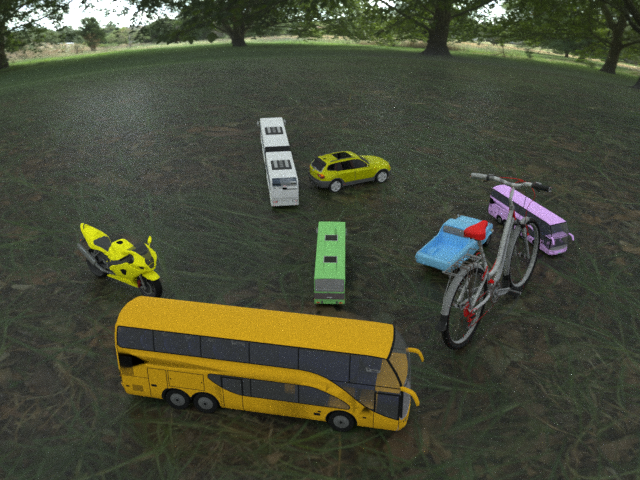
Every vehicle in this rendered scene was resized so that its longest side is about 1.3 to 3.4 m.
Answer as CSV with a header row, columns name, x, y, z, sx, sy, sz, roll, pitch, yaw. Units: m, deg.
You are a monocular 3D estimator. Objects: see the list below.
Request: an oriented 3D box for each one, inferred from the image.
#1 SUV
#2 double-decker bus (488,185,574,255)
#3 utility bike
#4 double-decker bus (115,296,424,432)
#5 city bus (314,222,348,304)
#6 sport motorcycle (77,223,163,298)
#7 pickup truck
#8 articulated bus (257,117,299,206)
name,x,y,z,sx,sy,sz,roll,pitch,yaw
SUV,0.556,-1.332,12.891,1.572,0.580,0.656,-13,31,-23
double-decker bus,3.286,-0.321,11.056,0.389,0.541,1.672,-11,30,-20
utility bike,2.135,0.150,8.812,1.039,1.839,2.791,21,35,33
double-decker bus,-0.550,1.316,7.478,3.251,1.052,0.756,5,29,10
city bus,0.154,0.315,9.960,0.476,0.460,1.674,1,28,2
sport motorcycle,-2.736,0.291,9.624,1.520,0.821,0.506,19,34,31
pickup truck,2.038,0.010,10.473,0.640,0.511,1.603,18,33,30
articulated bus,-0.809,-1.566,13.347,0.605,0.561,3.401,-4,29,-6
